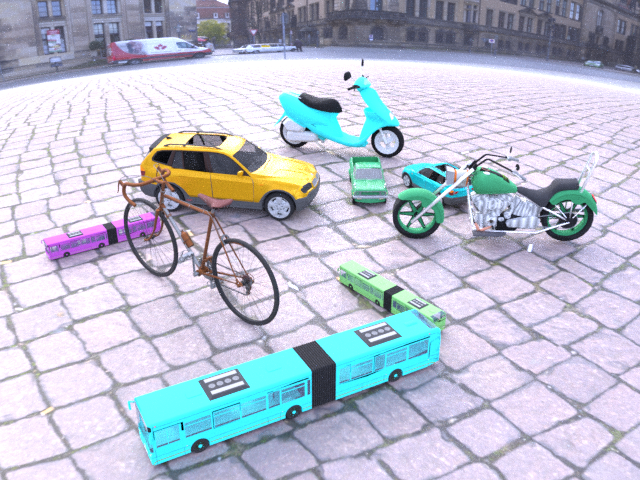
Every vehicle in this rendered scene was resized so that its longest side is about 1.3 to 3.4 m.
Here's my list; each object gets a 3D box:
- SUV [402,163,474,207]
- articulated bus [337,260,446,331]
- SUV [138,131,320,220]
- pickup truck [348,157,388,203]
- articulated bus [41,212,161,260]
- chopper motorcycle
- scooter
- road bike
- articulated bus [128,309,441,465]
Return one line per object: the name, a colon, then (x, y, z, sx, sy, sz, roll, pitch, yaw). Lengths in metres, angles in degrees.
SUV: (2.069, -1.072, 12.273, 0.656, 0.580, 1.572, -14, 30, -24)
articulated bus: (0.897, 0.726, 9.127, 0.311, 0.289, 1.749, -21, 34, -34)
SUV: (-1.529, -1.161, 11.849, 3.058, 1.128, 1.276, 5, 28, 9)
pickup truck: (0.845, -1.140, 12.480, 0.640, 0.511, 1.603, 0, 27, 0)
articulated bus: (-3.300, -0.076, 10.670, 1.749, 0.289, 0.311, -17, 32, -29)
chopper motorcycle: (2.635, -0.679, 10.539, 3.040, 1.480, 0.906, 2, 28, 5)
scooter: (0.365, -2.602, 13.911, 2.721, 1.786, 1.288, 8, 29, 16)
road bike: (-1.631, 0.027, 8.989, 3.004, 1.656, 0.697, 21, 34, 35)
articulated bus: (-0.241, 1.473, 7.391, 3.401, 0.561, 0.605, -14, 31, -25)
